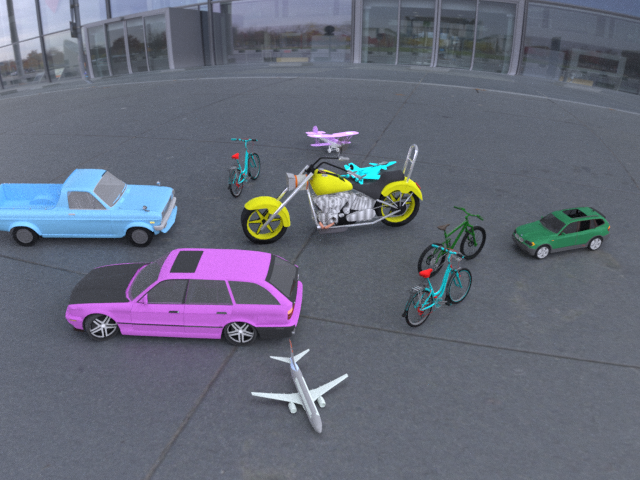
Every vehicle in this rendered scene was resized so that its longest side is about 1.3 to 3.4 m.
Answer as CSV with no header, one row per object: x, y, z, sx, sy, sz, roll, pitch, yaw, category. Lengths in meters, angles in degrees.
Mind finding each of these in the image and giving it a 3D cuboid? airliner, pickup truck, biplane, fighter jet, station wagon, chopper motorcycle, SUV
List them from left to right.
-3.999,-0.594,11.623,3.117,0.993,1.244,0,28,1,pickup truck
-1.804,0.669,9.350,3.105,0.920,1.327,2,28,3,station wagon
-0.185,1.667,8.012,1.161,0.429,1.307,-8,29,-15,airliner
0.189,-2.192,15.114,1.336,0.504,1.090,-20,34,-33,biplane
0.215,-0.752,11.404,3.040,1.480,0.906,-6,29,-11,chopper motorcycle
1.085,-1.470,14.000,1.358,0.286,1.147,-24,37,-37,fighter jet
3.881,-0.157,11.247,1.572,0.580,0.656,-8,29,-15,SUV

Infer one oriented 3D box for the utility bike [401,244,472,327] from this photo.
1.577,0.585,9.480,1.435,0.946,0.535,-23,36,-36,utility bike

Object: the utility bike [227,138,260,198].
-1.479,-1.420,13.211,0.535,0.946,1.435,9,30,16,utility bike

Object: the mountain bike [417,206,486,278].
2.025,0.041,10.574,1.469,0.868,0.573,-20,34,-33,mountain bike
